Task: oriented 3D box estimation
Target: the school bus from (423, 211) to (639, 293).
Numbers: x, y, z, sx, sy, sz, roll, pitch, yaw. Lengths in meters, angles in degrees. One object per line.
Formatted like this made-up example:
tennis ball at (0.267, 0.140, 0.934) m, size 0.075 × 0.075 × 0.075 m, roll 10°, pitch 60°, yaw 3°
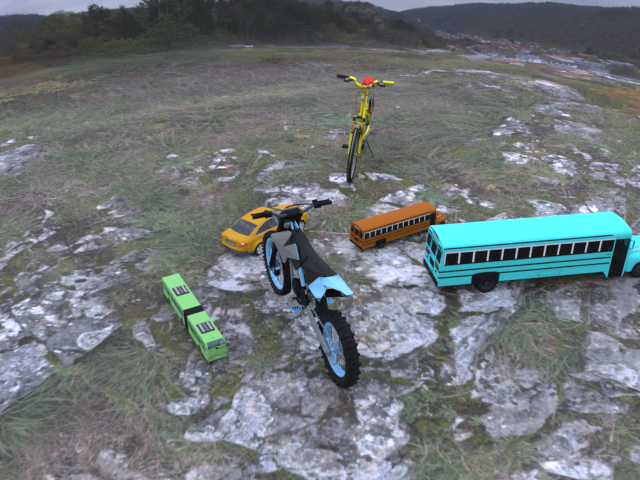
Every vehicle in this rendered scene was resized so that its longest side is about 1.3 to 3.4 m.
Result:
school bus at (3.180, 0.138, 9.975) m, size 3.322 × 0.844 × 0.709 m, roll -5°, pitch 30°, yaw -8°

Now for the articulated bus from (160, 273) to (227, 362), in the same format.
articulated bus at (-1.655, 0.969, 9.083) m, size 0.311 × 0.289 × 1.749 m, roll -15°, pitch 33°, yaw -25°

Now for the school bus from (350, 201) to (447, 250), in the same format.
school bus at (1.276, -0.248, 11.062) m, size 1.708 × 0.434 × 0.365 m, roll -17°, pitch 34°, yaw -26°

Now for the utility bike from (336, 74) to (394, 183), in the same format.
utility bike at (0.870, -2.305, 13.243) m, size 1.039 × 1.839 × 2.791 m, roll 5°, pitch 30°, yaw 9°

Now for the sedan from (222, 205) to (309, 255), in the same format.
sedan at (-0.837, -0.249, 11.014) m, size 0.635 × 0.483 × 1.613 m, roll 23°, pitch 37°, yaw 34°

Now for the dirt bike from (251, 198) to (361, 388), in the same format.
dirt bike at (-0.204, 0.456, 8.591) m, size 1.024 × 1.666 × 2.903 m, roll -12°, pitch 32°, yaw -20°
